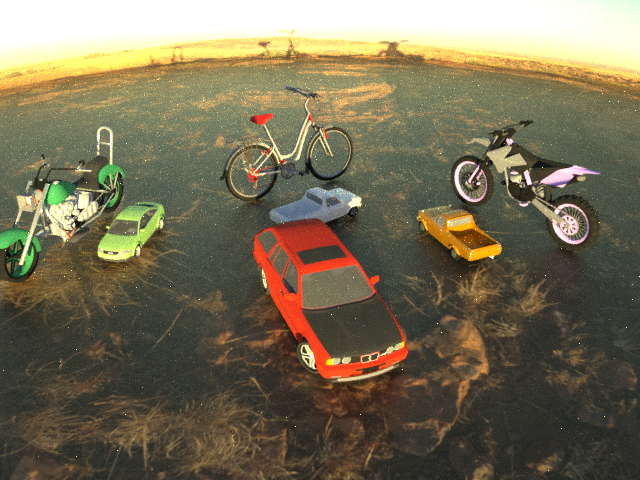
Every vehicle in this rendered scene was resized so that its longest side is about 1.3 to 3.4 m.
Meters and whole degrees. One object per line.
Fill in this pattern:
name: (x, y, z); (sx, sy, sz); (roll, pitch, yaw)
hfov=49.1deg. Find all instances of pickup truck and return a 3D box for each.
pickup truck: (-0.054, -0.556, 11.718); (1.603, 0.511, 0.640); (-21, 35, -34)
pickup truck: (2.153, -0.156, 10.982); (0.640, 0.511, 1.603); (-12, 31, -20)

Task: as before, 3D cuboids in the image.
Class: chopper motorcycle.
chopper motorcycle: (-4.004, -0.610, 10.804); (0.906, 1.480, 3.040); (9, 30, 17)

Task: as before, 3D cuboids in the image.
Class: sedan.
sedan: (-2.979, -0.194, 11.082); (0.635, 0.483, 1.613); (5, 29, 9)

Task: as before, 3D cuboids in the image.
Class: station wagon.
station wagon: (0.042, 0.608, 9.150); (1.327, 0.920, 3.105); (-10, 30, -18)

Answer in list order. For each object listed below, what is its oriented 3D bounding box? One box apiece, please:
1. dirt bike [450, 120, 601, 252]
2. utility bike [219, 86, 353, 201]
dirt bike: (3.239, -0.961, 11.253); (1.024, 1.666, 2.903); (-21, 35, -33)
utility bike: (-0.605, -1.774, 12.566); (2.791, 1.839, 1.039); (-17, 33, -28)
